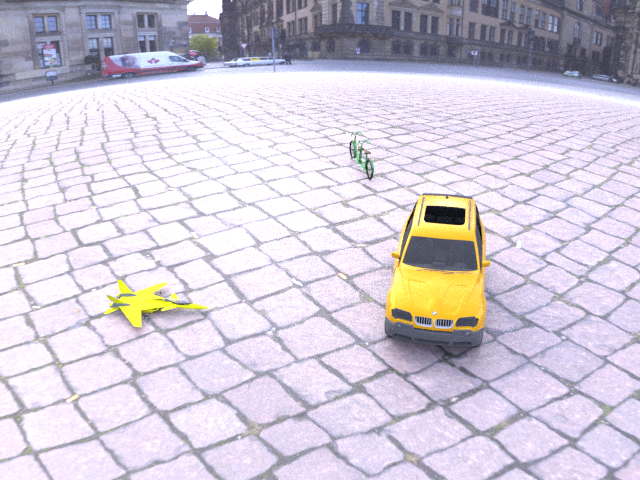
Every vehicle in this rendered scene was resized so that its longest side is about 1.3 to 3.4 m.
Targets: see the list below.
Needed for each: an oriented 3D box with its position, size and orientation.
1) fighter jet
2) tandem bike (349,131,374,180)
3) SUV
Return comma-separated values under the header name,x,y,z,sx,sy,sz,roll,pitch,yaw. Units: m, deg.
name,x,y,z,sx,sy,sz,roll,pitch,yaw
fighter jet,-2.157,0.801,9.416,1.358,0.286,1.147,3,26,6
tandem bike,0.831,-1.756,14.162,0.283,0.682,1.642,-6,27,-12
SUV,1.633,0.291,9.498,1.276,1.128,3.058,5,27,11
